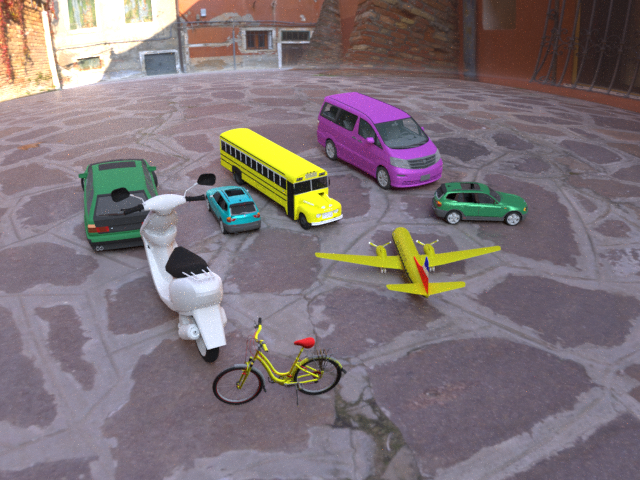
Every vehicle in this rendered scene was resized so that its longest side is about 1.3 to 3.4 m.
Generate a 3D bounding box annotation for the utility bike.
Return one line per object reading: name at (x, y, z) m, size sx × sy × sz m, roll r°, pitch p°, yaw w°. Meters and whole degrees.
utility bike at (-0.405, 1.325, 7.266) m, size 1.435 × 0.946 × 0.535 m, roll -5°, pitch 27°, yaw -10°

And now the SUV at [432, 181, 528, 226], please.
SUV at (2.654, -0.632, 11.621) m, size 1.572 × 0.580 × 0.656 m, roll 1°, pitch 26°, yaw 3°

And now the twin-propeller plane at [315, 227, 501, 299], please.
twin-propeller plane at (1.272, 0.190, 9.726) m, size 2.663 × 0.792 × 2.129 m, roll -2°, pitch 26°, yaw -4°

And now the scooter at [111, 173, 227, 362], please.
scooter at (-1.734, 0.214, 8.560) m, size 1.288 × 1.786 × 2.721 m, roll -13°, pitch 29°, yaw -24°

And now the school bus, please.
school bus at (-0.749, -1.141, 12.349) m, size 0.709 × 0.844 × 3.322 m, roll -16°, pitch 31°, yaw -29°

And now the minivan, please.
minivan at (1.123, -1.978, 13.638) m, size 1.324 × 1.197 × 3.011 m, roll -15°, pitch 30°, yaw -28°

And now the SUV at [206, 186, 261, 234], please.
SUV at (-1.444, -0.600, 11.556) m, size 0.656 × 0.580 × 1.572 m, roll -10°, pitch 28°, yaw -19°

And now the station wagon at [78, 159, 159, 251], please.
station wagon at (-3.322, -0.840, 11.657) m, size 1.327 × 0.920 × 3.105 m, roll -8°, pitch 27°, yaw -15°
